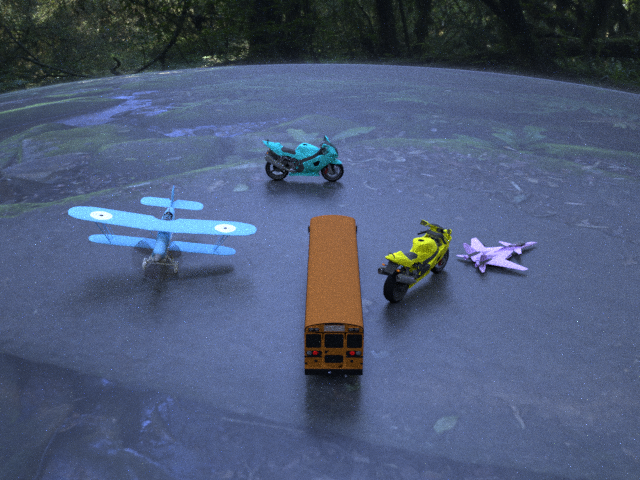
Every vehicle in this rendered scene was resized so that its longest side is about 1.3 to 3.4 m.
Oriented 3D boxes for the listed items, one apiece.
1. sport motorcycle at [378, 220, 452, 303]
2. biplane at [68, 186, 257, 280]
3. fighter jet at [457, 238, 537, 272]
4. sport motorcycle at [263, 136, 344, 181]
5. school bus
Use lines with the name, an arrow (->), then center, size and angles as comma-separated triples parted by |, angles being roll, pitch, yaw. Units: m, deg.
sport motorcycle -> 1.355, 0.285, 9.641 | 0.506, 0.821, 1.520 | 22, 34, 36
biplane -> -2.235, -0.169, 10.349 | 2.598, 0.981, 2.120 | -2, 27, -4
fighter jet -> 2.782, 0.114, 10.557 | 1.358, 0.286, 1.147 | -14, 31, -26
sport motorcycle -> -0.308, -1.493, 13.095 | 1.520, 0.821, 0.506 | 2, 27, 4
school bus -> 0.170, 0.521, 9.158 | 0.709, 0.844, 3.322 | 0, 27, 1
